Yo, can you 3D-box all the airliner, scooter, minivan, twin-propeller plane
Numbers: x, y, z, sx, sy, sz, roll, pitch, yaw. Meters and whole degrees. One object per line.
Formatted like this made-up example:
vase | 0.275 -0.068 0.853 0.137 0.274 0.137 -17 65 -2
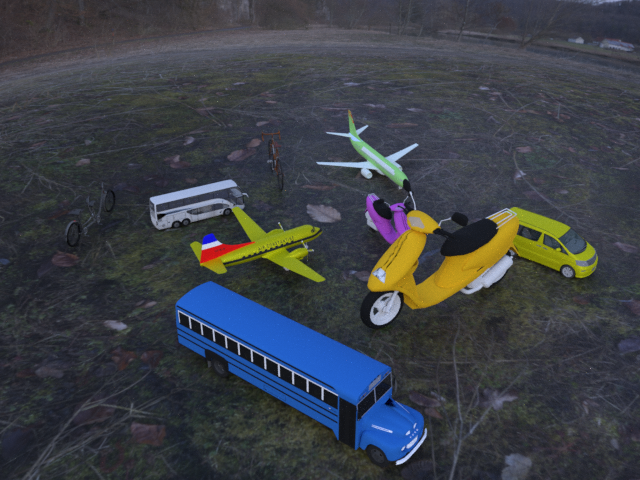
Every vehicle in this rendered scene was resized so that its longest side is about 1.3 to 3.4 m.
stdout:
airliner | 1.089 -1.755 13.632 2.257 0.835 2.541 -13 33 -21
scooter | 1.101 -0.367 11.175 0.662 0.919 1.399 -14 33 -23
minivan | 3.502 0.030 10.797 1.548 0.616 0.681 24 38 35
scooter | 1.707 0.135 9.458 2.721 1.786 1.288 -17 34 -26
twin-propeller plane | -0.854 0.017 10.645 2.129 0.792 2.663 -18 35 -28

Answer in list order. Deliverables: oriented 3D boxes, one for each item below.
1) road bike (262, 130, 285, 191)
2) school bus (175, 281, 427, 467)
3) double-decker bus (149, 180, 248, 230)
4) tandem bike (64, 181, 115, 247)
road bike | -0.847 -1.554 13.271 0.358 0.852 1.545 -7 31 -11
school bus | -0.295 1.468 8.112 3.322 0.844 0.709 21 36 32
double-decker bus | -2.063 -0.619 11.981 1.672 0.541 0.389 -16 34 -25
tandem bike | -3.821 -0.497 11.632 0.283 0.682 1.642 7 31 11
